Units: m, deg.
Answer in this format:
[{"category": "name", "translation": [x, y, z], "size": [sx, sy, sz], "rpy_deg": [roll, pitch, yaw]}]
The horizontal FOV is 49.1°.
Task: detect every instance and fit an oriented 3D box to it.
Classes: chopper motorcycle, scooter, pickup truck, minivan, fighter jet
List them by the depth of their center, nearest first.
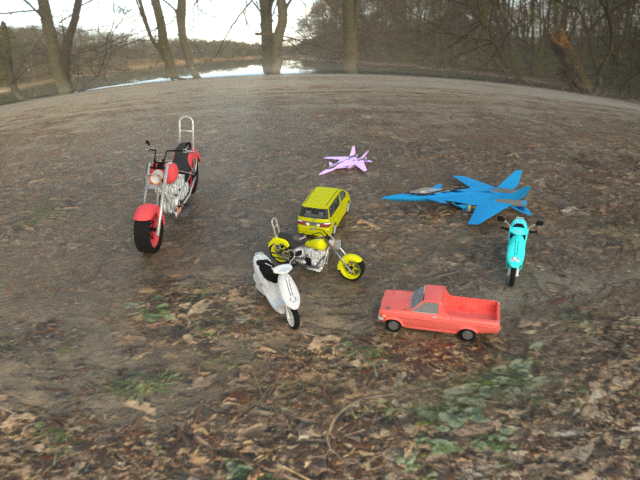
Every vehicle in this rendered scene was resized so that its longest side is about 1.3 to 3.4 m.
[{"category": "pickup truck", "translation": [1.574, 0.912, 9.241], "size": [1.603, 0.511, 0.640], "rpy_deg": [6, 27, 11]}, {"category": "scooter", "translation": [-0.603, 0.544, 9.518], "size": [0.662, 0.919, 1.399], "rpy_deg": [-13, 30, -24]}, {"category": "chopper motorcycle", "translation": [-0.071, 0.133, 10.509], "size": [1.563, 0.761, 0.466], "rpy_deg": [11, 29, 21]}, {"category": "scooter", "translation": [2.969, 0.026, 10.547], "size": [0.662, 0.919, 1.399], "rpy_deg": [8, 28, 15]}, {"category": "chopper motorcycle", "translation": [-2.605, -1.012, 11.984], "size": [0.906, 1.480, 3.040], "rpy_deg": [3, 27, 5]}, {"category": "minivan", "translation": [0.091, -0.581, 12.089], "size": [0.681, 0.616, 1.548], "rpy_deg": [7, 28, 14]}, {"category": "fighter jet", "translation": [2.447, -0.894, 12.775], "size": [2.640, 0.557, 2.229], "rpy_deg": [1, 27, 3]}, {"category": "fighter jet", "translation": [0.439, -1.613, 14.504], "size": [1.147, 0.286, 1.358], "rpy_deg": [23, 35, 38]}]
